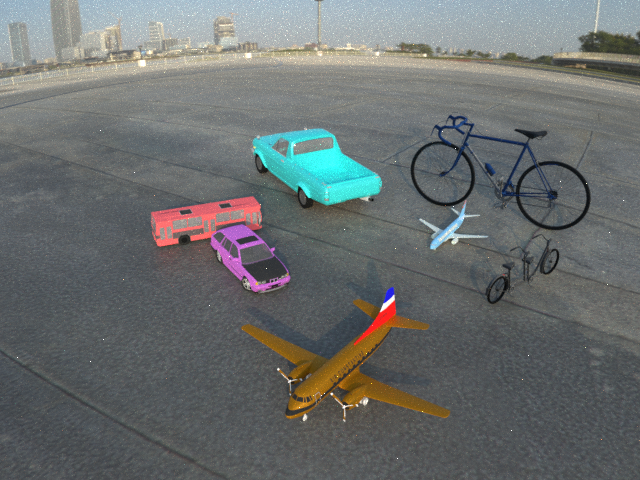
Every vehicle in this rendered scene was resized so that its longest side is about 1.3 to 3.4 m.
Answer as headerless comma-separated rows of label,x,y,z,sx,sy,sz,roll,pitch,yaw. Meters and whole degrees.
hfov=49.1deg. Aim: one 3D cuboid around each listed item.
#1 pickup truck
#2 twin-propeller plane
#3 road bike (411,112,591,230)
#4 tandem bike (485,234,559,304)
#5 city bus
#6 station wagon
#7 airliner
pickup truck,-0.152,-1.424,12.677,1.244,0.993,3.117,-14,30,-25
twin-propeller plane,0.291,1.237,7.637,2.663,0.792,2.129,18,32,31
road bike,2.869,-1.125,11.352,3.004,1.656,0.697,15,30,27
tandem bike,2.781,0.363,9.487,1.642,0.682,0.283,-21,33,-35
city bus,-1.773,-0.282,11.009,1.674,0.460,0.476,-11,29,-20
station wagon,-1.014,0.218,10.005,0.682,0.473,1.597,-15,30,-27
airliner,2.021,-0.225,10.931,1.161,0.429,1.307,17,31,30
